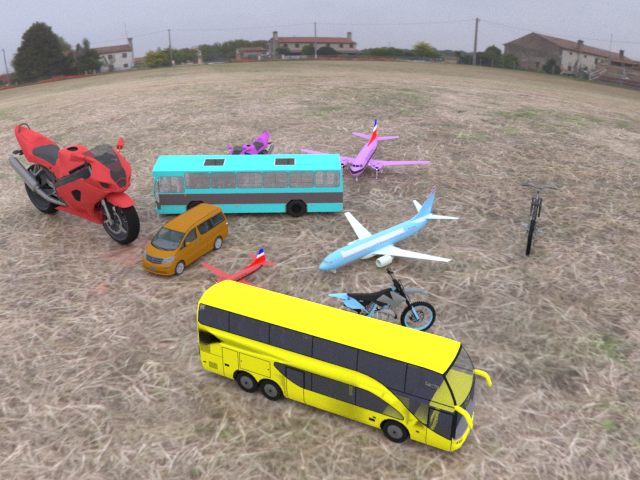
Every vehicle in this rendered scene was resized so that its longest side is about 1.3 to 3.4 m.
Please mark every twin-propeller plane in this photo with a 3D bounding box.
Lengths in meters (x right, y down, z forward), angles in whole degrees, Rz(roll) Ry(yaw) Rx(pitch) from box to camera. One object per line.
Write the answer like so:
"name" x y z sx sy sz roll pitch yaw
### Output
"twin-propeller plane" -1.151 0.471 10.025 1.370 0.407 1.095 20 33 34
"twin-propeller plane" 0.933 -1.826 14.214 2.663 0.792 2.129 7 27 14

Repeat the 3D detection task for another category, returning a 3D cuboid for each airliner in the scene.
"airliner" 0.959 -0.161 10.816 2.541 0.835 2.257 -21 33 -35

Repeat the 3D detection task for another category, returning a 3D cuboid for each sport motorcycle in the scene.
"sport motorcycle" -4.036 -0.957 11.561 2.955 1.596 0.983 19 32 33
"sport motorcycle" -1.359 -1.560 13.646 0.506 0.821 1.520 11 28 20

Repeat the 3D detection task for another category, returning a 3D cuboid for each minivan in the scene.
"minivan" -2.070 -0.020 10.780 0.681 0.616 1.548 14 30 26

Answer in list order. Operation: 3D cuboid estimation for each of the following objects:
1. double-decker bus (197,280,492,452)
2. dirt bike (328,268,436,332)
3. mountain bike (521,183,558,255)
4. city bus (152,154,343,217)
"double-decker bus" 0.156 1.321 7.592 3.251 1.052 0.756 13 29 24
"dirt bike" 0.744 0.858 8.743 1.493 0.857 0.527 -5 27 -10
"mountain bike" 3.428 -0.372 11.203 0.573 0.868 1.469 9 28 18
"city bus" -1.236 -0.956 12.348 3.255 0.894 0.926 -1 26 -2
